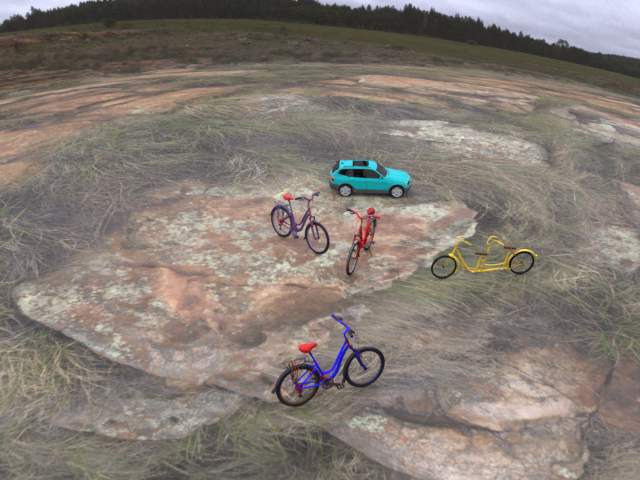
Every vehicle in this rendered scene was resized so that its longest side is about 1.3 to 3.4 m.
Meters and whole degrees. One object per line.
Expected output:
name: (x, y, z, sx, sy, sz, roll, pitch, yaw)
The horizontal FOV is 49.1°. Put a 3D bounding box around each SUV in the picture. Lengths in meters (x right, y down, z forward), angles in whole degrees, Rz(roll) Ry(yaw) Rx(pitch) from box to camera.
SUV: (0.951, -1.197, 13.321, 1.572, 0.580, 0.656, 2, 28, 3)

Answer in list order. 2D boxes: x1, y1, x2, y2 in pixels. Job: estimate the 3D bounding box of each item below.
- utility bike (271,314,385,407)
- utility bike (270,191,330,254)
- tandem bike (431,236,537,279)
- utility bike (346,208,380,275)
utility bike: (0.092, 1.383, 8.054, 1.435, 0.946, 0.535, -11, 30, -20)
utility bike: (-0.318, -0.375, 11.377, 0.535, 0.946, 1.435, -25, 37, -38)
tandem bike: (2.473, 0.252, 10.474, 1.642, 0.682, 0.283, -3, 28, -6)
utility bike: (0.709, -0.089, 10.836, 0.535, 0.946, 1.435, 10, 30, 18)
